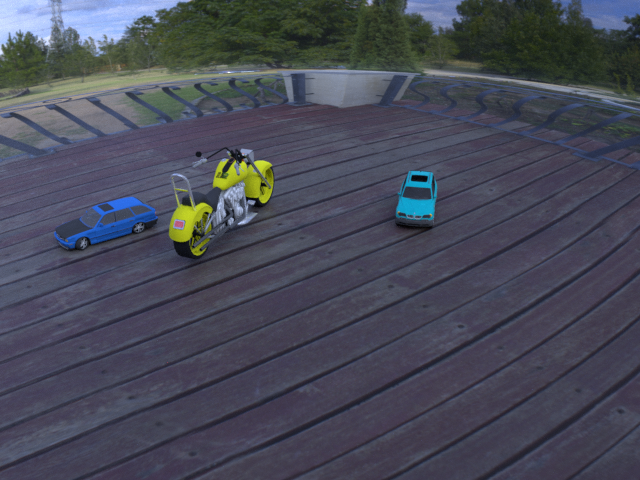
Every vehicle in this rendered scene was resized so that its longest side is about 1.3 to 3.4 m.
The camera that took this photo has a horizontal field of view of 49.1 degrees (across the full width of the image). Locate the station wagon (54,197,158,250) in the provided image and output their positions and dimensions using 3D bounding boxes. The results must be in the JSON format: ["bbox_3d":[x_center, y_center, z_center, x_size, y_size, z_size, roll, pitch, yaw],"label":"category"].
[{"bbox_3d":[-3.436,-0.305,11.221,1.597,0.473,0.682,-20,33,-34],"label":"station wagon"}]

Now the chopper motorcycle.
[{"bbox_3d":[-1.467,-0.820,11.127,0.906,1.480,3.040,10,28,19],"label":"chopper motorcycle"}]

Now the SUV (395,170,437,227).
[{"bbox_3d":[1.664,-0.728,11.943,0.656,0.580,1.572,5,27,10],"label":"SUV"}]
